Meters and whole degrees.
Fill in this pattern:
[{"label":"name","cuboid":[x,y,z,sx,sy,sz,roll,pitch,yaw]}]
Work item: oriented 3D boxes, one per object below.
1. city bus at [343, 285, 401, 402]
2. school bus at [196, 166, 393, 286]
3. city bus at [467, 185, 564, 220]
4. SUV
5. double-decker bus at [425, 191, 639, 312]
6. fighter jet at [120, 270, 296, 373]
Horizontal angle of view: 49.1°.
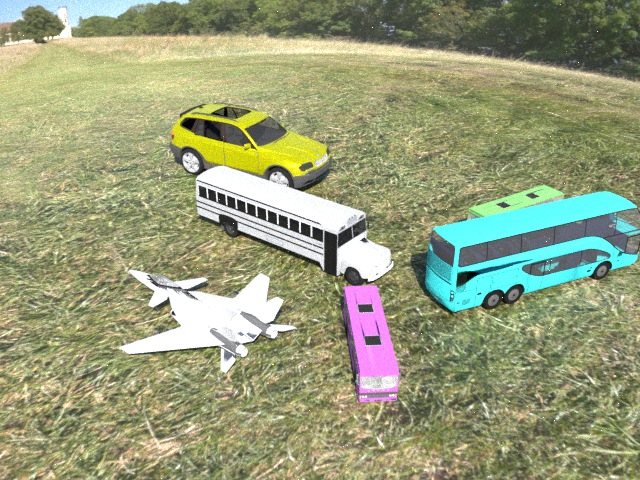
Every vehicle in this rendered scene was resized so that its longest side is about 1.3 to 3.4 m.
[{"label":"city bus","cuboid":[0.551,1.148,7.969,0.476,0.460,1.674,-2,28,-3]},{"label":"school bus","cuboid":[-0.432,-0.267,10.209,3.322,0.844,0.709,20,34,33]},{"label":"city bus","cuboid":[3.040,-0.406,10.877,1.674,0.460,0.476,-17,32,-28]},{"label":"SUV","cuboid":[-1.282,-1.737,12.660,3.058,1.128,1.276,14,31,25]},{"label":"double-decker bus","cuboid":[2.936,0.104,9.296,3.251,1.052,0.756,-12,30,-21]},{"label":"fighter jet","cuboid":[-1.634,0.681,8.739,2.640,0.557,2.229,23,36,36]}]
